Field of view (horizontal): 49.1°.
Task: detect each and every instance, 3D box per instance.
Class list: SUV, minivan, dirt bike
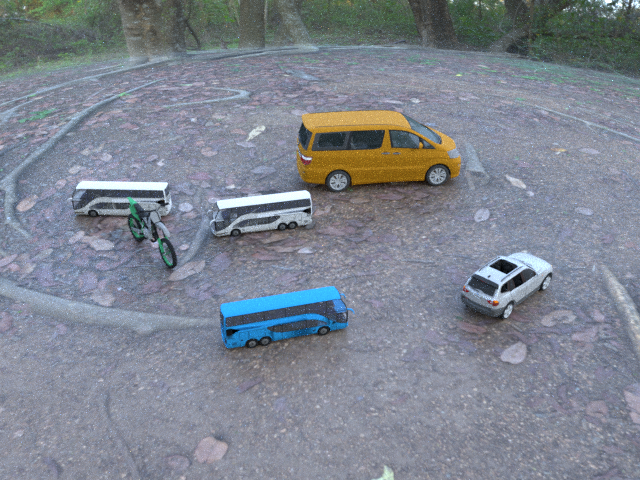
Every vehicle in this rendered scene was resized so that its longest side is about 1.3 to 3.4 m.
[{"bbox_3d":[2.576,0.522,9.544,1.572,0.580,0.656,-26,39,-37],"label":"SUV"},{"bbox_3d":[1.084,-1.698,12.795,3.011,1.197,1.324,-4,30,-7],"label":"minivan"},{"bbox_3d":[-2.536,-0.170,10.472,0.527,0.857,1.493,-22,36,-33],"label":"dirt bike"}]

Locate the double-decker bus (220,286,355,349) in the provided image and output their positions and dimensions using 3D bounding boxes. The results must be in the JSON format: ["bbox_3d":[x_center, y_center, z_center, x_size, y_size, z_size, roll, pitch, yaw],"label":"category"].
[{"bbox_3d":[-0.415,0.964,8.812,1.672,0.541,0.389,-8,31,-14],"label":"double-decker bus"}]

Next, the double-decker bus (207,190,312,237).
[{"bbox_3d":[-0.957,-0.420,11.226,1.672,0.541,0.389,-8,31,-13],"label":"double-decker bus"}]

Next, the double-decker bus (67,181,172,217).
[{"bbox_3d":[-3.337,-0.683,11.685,1.672,0.541,0.389,1,30,2],"label":"double-decker bus"}]
